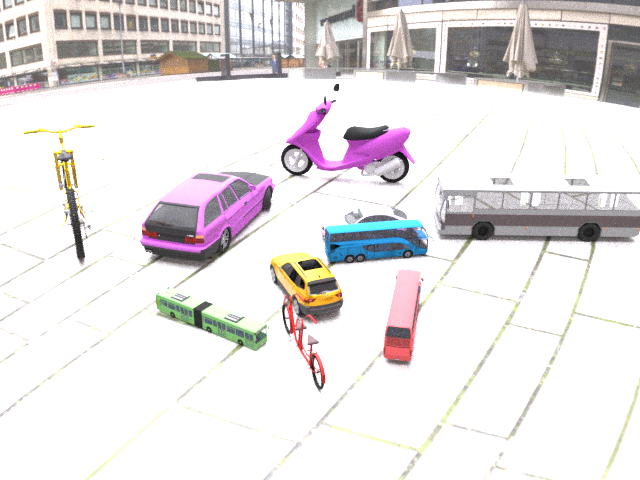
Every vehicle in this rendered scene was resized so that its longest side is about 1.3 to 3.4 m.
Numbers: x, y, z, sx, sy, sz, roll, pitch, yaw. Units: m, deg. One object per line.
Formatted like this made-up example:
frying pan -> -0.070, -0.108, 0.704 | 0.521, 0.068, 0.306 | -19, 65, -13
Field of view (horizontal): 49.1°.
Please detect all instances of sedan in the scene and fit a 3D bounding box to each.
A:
sedan -> 0.805, -0.286, 11.542 | 1.613, 0.483, 0.635 | -3, 25, -6

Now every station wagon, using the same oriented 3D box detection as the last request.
station wagon -> -1.778, -0.654, 11.812 | 1.327, 0.920, 3.105 | 8, 26, 17

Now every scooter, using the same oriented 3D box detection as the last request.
scooter -> 0.532, -2.047, 13.751 | 2.721, 1.786, 1.288 | 5, 26, 11

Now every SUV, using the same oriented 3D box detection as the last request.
SUV -> -0.205, 0.508, 9.744 | 0.656, 0.580, 1.572 | -10, 27, -20

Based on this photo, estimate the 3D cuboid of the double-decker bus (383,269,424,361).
double-decker bus -> 1.076, 0.902, 8.955 | 0.389, 0.541, 1.672 | 5, 26, 10

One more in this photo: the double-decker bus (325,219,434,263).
double-decker bus -> 0.905, 0.008, 10.851 | 1.672, 0.541, 0.389 | -5, 26, -10

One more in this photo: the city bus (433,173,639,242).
city bus -> 3.566, -0.548, 11.616 | 3.255, 0.894, 0.926 | 1, 25, 2

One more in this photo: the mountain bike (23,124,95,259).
mountain bike -> -4.075, -0.874, 11.377 | 1.114, 1.688, 2.857 | -10, 27, -19

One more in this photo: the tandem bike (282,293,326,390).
tandem bike -> -0.217, 1.123, 8.320 | 0.283, 0.682, 1.642 | -8, 26, -17

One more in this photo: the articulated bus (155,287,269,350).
articulated bus -> -1.422, 0.996, 9.052 | 1.749, 0.289, 0.311 | 16, 30, 31
